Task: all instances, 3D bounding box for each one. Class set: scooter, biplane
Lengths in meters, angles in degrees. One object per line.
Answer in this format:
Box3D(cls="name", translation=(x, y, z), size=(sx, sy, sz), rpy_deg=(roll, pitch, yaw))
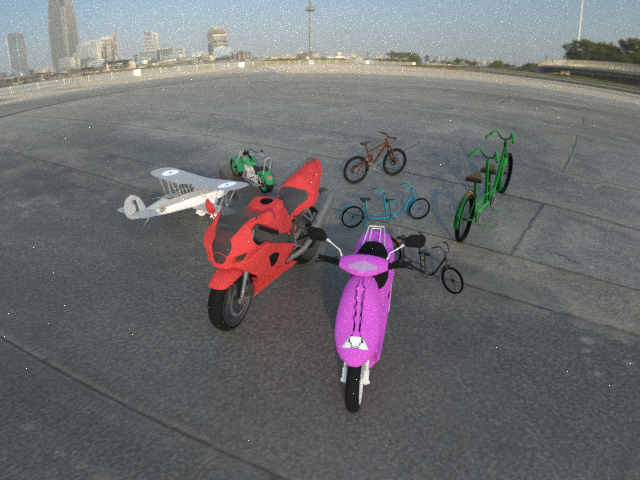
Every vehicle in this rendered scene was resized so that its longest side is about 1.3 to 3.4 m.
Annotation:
Box3D(cls="scooter", translation=(0.546, 0.569, 8.183), size=(1.288, 1.786, 2.721), rpy_deg=(4, 26, 9))
Box3D(cls="biplane", translation=(-2.308, -0.695, 11.686), size=(2.120, 0.981, 2.598), rpy_deg=(-22, 34, -38))

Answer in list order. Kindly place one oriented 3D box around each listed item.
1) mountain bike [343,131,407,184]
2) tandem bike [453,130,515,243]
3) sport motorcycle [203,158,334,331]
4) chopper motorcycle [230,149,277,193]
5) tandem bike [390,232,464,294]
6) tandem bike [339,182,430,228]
Box3D(cls="mountain bike", translation=(1.092, -1.591, 13.649), size=(1.469, 0.868, 0.573), rpy_deg=(-14, 29, -27))
Box3D(cls="tandem bike", translation=(2.859, -1.021, 11.961), size=(0.550, 1.326, 3.192), rpy_deg=(14, 29, 26))
Box3D(cls="sport motorcycle", translation=(-0.681, -0.014, 9.593), size=(0.983, 1.596, 2.955), rpy_deg=(12, 28, 23))
Box3D(cls="chopper motorcycle", translation=(-1.321, -1.410, 13.401), size=(0.466, 0.761, 1.563), rpy_deg=(-16, 30, -30))
Box3D(cls="tandem bike", translation=(1.460, 0.229, 10.137), size=(0.283, 0.682, 1.642), rpy_deg=(-19, 32, -34))
Box3D(cls="tandem bike", translation=(1.107, -0.585, 11.803), size=(1.642, 0.682, 0.283), rpy_deg=(-7, 27, -14))
